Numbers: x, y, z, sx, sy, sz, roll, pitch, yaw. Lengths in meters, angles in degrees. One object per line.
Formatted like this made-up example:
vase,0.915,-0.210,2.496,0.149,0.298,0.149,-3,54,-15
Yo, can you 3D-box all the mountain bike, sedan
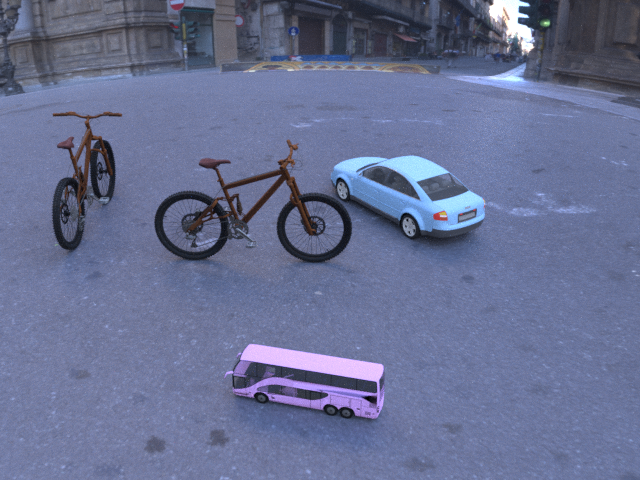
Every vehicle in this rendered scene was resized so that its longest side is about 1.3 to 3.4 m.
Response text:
mountain bike,-0.967,-0.452,9.950,2.857,1.688,1.114,1,26,2
mountain bike,-3.747,-1.059,11.171,1.114,1.688,2.857,0,26,1
sedan,1.371,-0.910,11.712,1.235,0.940,3.137,-17,31,-30

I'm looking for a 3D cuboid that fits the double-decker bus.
double-decker bus,-0.157,1.475,7.360,1.672,0.541,0.389,7,27,13
